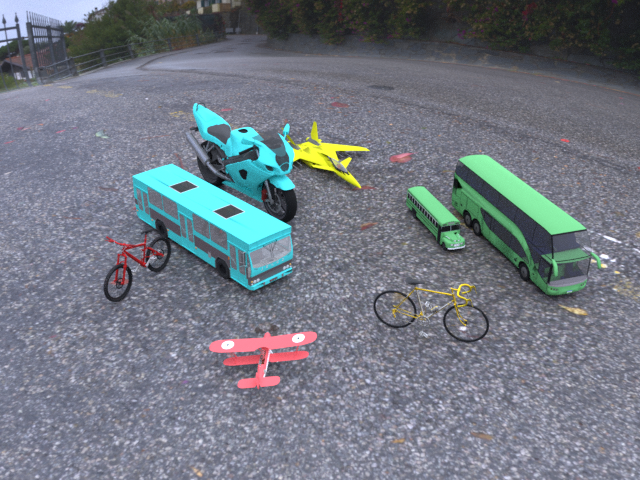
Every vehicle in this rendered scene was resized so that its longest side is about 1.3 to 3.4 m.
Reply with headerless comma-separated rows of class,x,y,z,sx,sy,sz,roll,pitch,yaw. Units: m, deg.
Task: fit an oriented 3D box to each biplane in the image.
biplane,-0.713,1.456,8.549,1.336,0.504,1.090,1,29,2

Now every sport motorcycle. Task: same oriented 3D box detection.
sport motorcycle,-1.391,-1.420,12.583,0.983,1.596,2.955,-23,36,-35

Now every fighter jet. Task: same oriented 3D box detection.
fighter jet,0.135,-1.695,14.141,2.229,0.557,2.640,-15,32,-25

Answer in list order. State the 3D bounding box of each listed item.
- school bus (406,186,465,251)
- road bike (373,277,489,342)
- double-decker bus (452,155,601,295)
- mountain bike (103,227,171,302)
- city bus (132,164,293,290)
school bus,1.960,-0.375,11.903,0.365,0.434,1.708,-8,30,-15
road bike,1.452,0.896,9.196,1.545,0.852,0.358,10,31,17
double-decker bus,3.121,-0.298,11.131,0.756,1.052,3.251,-9,30,-15
mountain bike,-2.678,0.280,10.283,0.573,0.868,1.469,14,32,23
city bus,-1.793,-0.255,11.215,0.926,0.894,3.255,-24,37,-37
